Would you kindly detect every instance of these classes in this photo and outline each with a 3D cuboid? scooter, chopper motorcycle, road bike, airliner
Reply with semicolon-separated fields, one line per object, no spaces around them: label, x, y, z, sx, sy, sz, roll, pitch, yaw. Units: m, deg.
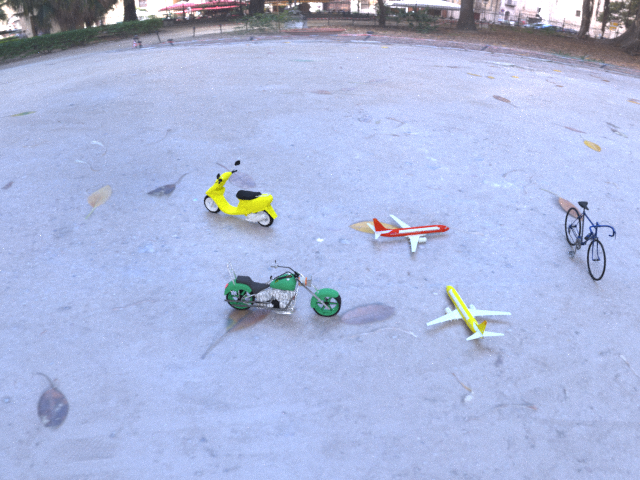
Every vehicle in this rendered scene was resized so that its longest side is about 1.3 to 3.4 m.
scooter;-1.322;-0.730;11.346;1.399;0.919;0.662;15;34;23
chopper motorcycle;-0.498;0.648;9.233;1.563;0.761;0.466;3;31;4
road bike;3.919;-0.069;10.325;0.358;0.852;1.545;-1;31;-2
airliner;1.912;0.872;9.184;1.161;0.429;1.307;-6;32;-10
airliner;1.427;-0.215;10.970;1.307;0.429;1.161;-6;32;-10
